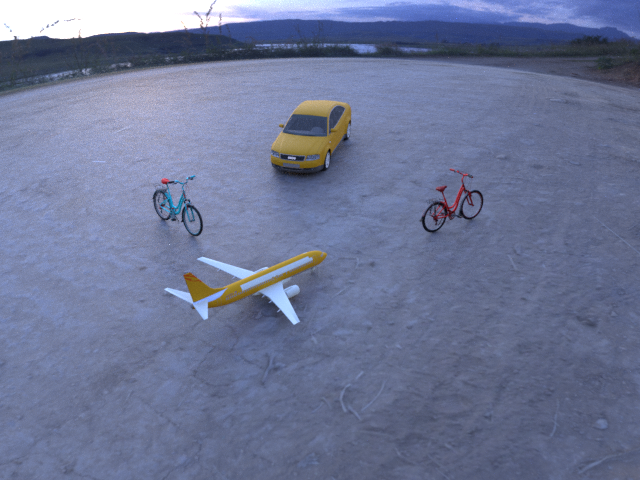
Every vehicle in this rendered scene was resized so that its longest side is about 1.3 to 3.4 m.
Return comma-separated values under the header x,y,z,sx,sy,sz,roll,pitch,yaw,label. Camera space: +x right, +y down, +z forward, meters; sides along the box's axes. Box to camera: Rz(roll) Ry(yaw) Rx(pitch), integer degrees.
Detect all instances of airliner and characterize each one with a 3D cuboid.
x,y,z,sx,sy,sz,roll,pitch,yaw,label
-0.840,0.419,9.872,2.541,0.835,2.257,-23,36,-36,airliner

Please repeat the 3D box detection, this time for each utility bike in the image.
x,y,z,sx,sy,sz,roll,pitch,yaw,label
-2.382,-0.666,11.732,1.435,0.946,0.535,25,37,38,utility bike
2.204,-0.685,11.768,1.435,0.946,0.535,-18,33,-29,utility bike

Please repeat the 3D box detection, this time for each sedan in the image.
x,y,z,sx,sy,sz,roll,pitch,yaw,label
-0.147,-2.327,14.763,1.235,0.940,3.137,7,30,13,sedan
